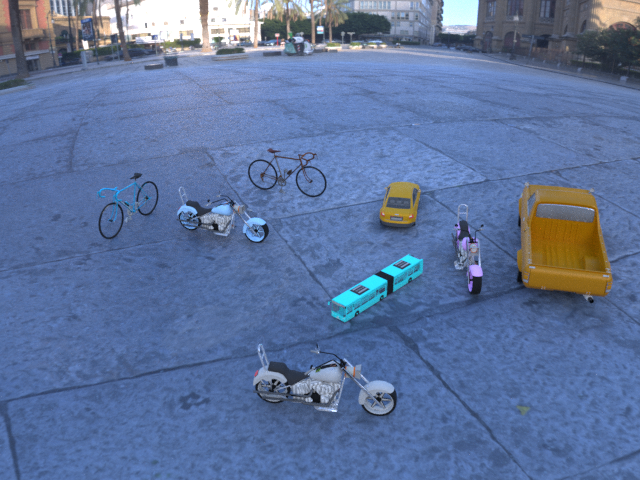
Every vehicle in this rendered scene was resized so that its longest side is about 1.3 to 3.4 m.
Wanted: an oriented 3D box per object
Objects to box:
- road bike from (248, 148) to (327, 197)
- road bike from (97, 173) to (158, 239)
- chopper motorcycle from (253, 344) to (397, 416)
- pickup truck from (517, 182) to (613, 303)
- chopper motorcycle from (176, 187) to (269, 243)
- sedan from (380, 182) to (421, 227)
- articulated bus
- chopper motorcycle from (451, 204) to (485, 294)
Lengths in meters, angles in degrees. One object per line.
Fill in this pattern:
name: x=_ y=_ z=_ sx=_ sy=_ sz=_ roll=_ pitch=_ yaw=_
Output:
road bike: x=-0.605 y=-1.235 z=12.636 sx=1.545 sy=0.852 sz=0.358 roll=10 pitch=29 yaw=18
road bike: x=-3.125 y=-0.619 z=11.460 sx=0.358 sy=0.852 sz=1.545 roll=12 pitch=30 yaw=21
chopper motorcycle: x=0.047 y=1.501 z=7.506 sx=1.563 sy=0.761 sz=0.466 roll=4 pitch=28 yaw=7
pickup truck: x=3.586 y=-0.145 z=10.401 sx=1.244 sy=0.993 sz=3.117 roll=7 pitch=28 yaw=13
chopper motorcycle: x=-1.566 y=-0.403 z=11.144 sx=1.563 sy=0.761 sz=0.466 roll=9 pitch=29 yaw=16
sedan: x=1.393 y=-0.695 z=12.002 sx=0.635 sy=0.483 sz=1.613 roll=5 pitch=28 yaw=10
articulated bus: x=0.813 y=0.639 z=9.664 sx=0.311 sy=0.289 sz=1.749 roll=23 pitch=36 yaw=37
chopper motorcycle: x=2.155 y=0.115 z=10.155 sx=0.466 sy=0.761 sz=1.563 roll=0 pitch=28 yaw=1
